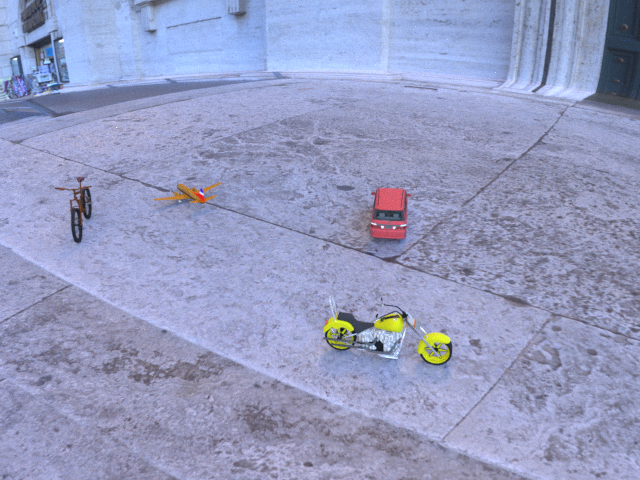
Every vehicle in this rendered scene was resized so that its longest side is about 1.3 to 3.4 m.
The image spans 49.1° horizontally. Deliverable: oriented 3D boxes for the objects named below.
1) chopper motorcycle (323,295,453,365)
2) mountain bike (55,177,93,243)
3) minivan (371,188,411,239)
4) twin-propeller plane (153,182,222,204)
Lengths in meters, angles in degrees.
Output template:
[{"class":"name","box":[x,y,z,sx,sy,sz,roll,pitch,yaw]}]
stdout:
[{"class":"chopper motorcycle","box":[0.806,1.077,8.368,1.563,0.761,0.466,6,27,11]},{"class":"mountain bike","box":[-3.948,-0.575,11.531,0.573,0.868,1.469,-3,27,-6]},{"class":"minivan","box":[1.176,-0.539,11.740,0.681,0.616,1.548,3,27,6]},{"class":"twin-propeller plane","box":[-2.339,-0.882,12.652,1.370,0.407,1.095,-18,32,-32]}]
